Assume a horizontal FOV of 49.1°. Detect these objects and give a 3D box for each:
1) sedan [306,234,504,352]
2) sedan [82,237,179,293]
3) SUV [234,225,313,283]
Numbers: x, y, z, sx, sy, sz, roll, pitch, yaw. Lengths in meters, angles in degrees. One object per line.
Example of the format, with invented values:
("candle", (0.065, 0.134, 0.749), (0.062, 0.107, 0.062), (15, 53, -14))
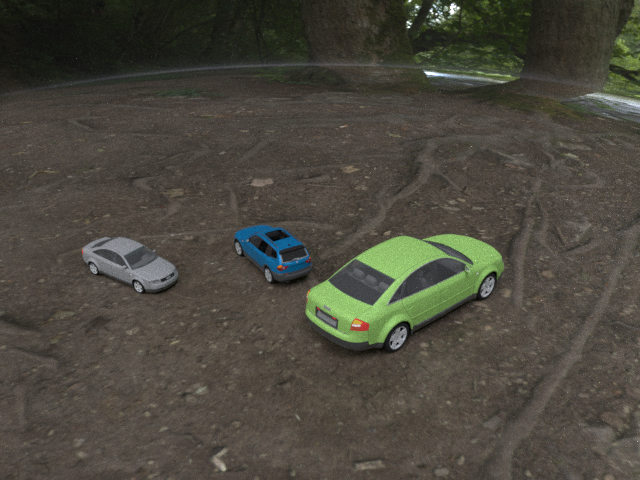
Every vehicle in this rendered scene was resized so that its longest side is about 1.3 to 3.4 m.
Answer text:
("sedan", (1.216, 0.480, 9.206), (3.137, 0.940, 1.235), (-22, 34, -36))
("sedan", (-2.740, 0.298, 10.065), (1.613, 0.483, 0.635), (17, 32, 30))
("SUV", (-0.713, 0.103, 10.339), (0.656, 0.580, 1.572), (-16, 31, -28))
